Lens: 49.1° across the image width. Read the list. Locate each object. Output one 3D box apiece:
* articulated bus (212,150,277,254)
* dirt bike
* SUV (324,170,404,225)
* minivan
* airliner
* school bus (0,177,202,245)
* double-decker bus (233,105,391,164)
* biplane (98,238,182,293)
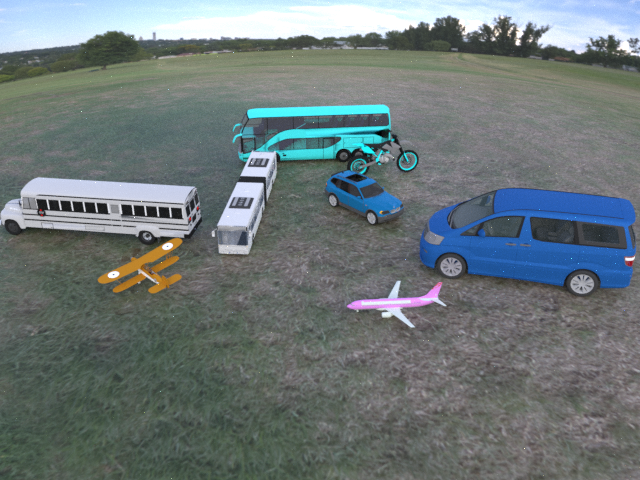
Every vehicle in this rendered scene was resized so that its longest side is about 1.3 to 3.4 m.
[{"bbox_3d":[-1.223,-0.751,12.258,0.605,0.561,3.401,2,28,4],"label":"articulated bus"},{"bbox_3d":[1.245,-1.676,13.708,1.493,0.857,0.527,-7,28,-13],"label":"dirt bike"},{"bbox_3d":[0.763,-0.784,12.300,0.656,0.580,1.572,-22,35,-36],"label":"SUV"},{"bbox_3d":[3.003,-0.079,10.285,3.011,1.197,1.324,7,28,14],"label":"minivan"},{"bbox_3d":[1.018,0.776,9.479,1.307,0.429,1.161,-2,28,-3],"label":"airliner"},{"bbox_3d":[-3.651,-0.507,11.485,3.322,0.844,0.709,4,28,7],"label":"school bus"},{"bbox_3d":[-0.170,-2.192,14.485,3.251,1.052,0.756,-3,28,-6],"label":"double-decker bus"},{"bbox_3d":[-2.450,0.471,9.981,1.336,0.504,1.090,-22,35,-36],"label":"biplane"}]
